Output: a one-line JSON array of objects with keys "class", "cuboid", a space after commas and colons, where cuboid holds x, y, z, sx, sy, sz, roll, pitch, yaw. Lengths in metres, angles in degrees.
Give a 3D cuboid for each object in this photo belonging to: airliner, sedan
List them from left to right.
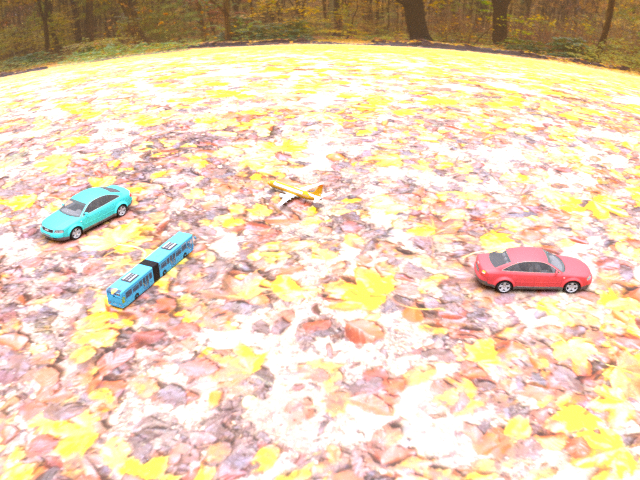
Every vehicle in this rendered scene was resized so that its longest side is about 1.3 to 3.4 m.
[{"class": "sedan", "cuboid": [-3.760, -0.498, 11.290, 0.635, 0.483, 1.613, 18, 35, 29]}, {"class": "airliner", "cuboid": [-0.432, -0.925, 12.090, 1.307, 0.429, 1.161, 22, 37, 33]}, {"class": "sedan", "cuboid": [2.976, 0.383, 9.753, 1.613, 0.483, 0.635, 1, 30, 1]}]

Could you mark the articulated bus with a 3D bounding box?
[{"class": "articulated bus", "cuboid": [-2.362, 0.391, 9.933, 0.311, 0.289, 1.749, 12, 32, 21]}]
